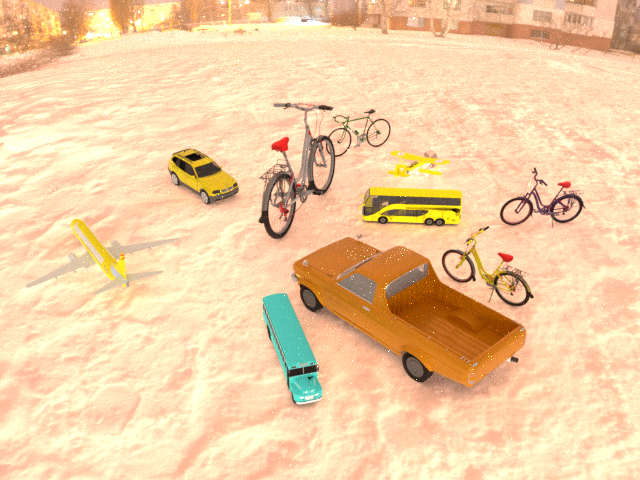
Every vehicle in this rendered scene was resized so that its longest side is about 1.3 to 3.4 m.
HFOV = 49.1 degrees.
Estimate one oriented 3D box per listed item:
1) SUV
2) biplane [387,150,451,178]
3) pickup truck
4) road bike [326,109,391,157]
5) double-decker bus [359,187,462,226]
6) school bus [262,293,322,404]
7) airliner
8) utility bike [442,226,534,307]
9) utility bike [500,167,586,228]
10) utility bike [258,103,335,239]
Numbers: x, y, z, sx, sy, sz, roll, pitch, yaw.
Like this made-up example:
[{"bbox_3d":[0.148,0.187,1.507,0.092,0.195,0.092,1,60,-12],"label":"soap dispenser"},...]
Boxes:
[{"bbox_3d":[-2.102,-1.174,12.487,0.656,0.580,1.572,-25,39,-35],"label":"SUV"},{"bbox_3d":[1.706,-1.336,12.835,1.090,0.504,1.336,-26,40,-37],"label":"biplane"},{"bbox_3d":[1.016,0.744,8.866,1.244,0.993,3.117,-25,39,-36],"label":"pickup truck"},{"bbox_3d":[0.775,-2.146,13.854,1.545,0.852,0.358,-17,35,-26],"label":"road bike"},{"bbox_3d":[1.479,-0.561,11.497,1.672,0.541,0.389,2,31,4],"label":"double-decker bus"},{"bbox_3d":[-0.351,1.291,8.494,0.365,0.434,1.708,-9,32,-14],"label":"school bus"},{"bbox_3d":[-3.242,0.033,10.212,2.257,0.835,2.541,-19,36,-29],"label":"airliner"},{"bbox_3d":[2.254,0.372,9.535,1.435,0.946,0.535,25,39,35],"label":"utility bike"},{"bbox_3d":[3.628,-0.631,11.219,1.435,0.946,0.535,-3,31,-5],"label":"utility bike"},{"bbox_3d":[-0.413,-1.256,11.396,1.039,1.839,2.791,13,33,20],"label":"utility bike"}]
